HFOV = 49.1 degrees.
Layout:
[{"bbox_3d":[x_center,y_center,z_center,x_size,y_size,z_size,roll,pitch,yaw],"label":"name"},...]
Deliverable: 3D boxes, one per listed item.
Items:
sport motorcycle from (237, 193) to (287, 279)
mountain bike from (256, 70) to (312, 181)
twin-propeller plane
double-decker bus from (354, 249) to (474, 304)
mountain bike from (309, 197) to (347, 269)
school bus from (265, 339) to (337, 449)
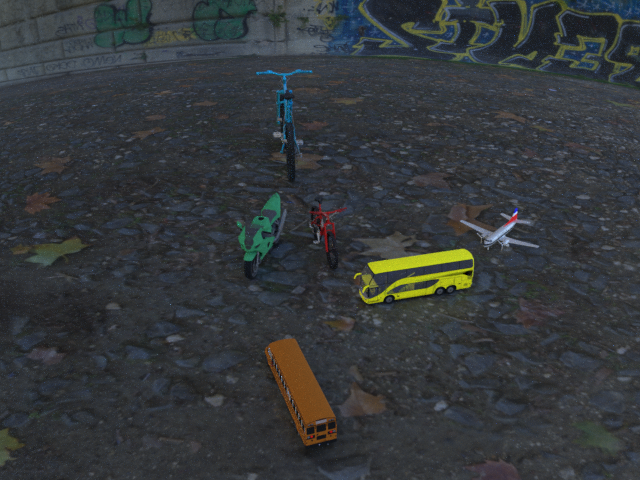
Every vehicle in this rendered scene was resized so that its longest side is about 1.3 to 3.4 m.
[{"bbox_3d":[-0.864,-0.068,10.546,0.506,0.821,1.520,7,30,12],"label":"sport motorcycle"},{"bbox_3d":[-0.652,-2.351,13.793,1.114,1.688,2.857,-3,29,-6],"label":"mountain bike"},{"bbox_3d":[2.891,-0.169,11.159,1.370,0.407,1.095,22,36,35],"label":"twin-propeller plane"},{"bbox_3d":[1.327,0.514,9.782,1.672,0.541,0.389,-8,30,-14],"label":"double-decker bus"},{"bbox_3d":[0.055,-0.188,10.717,0.573,0.868,1.469,-7,30,-13],"label":"mountain bike"},{"bbox_3d":[-0.261,1.621,7.881,0.365,0.434,1.708,-9,30,-17],"label":"school bus"}]
